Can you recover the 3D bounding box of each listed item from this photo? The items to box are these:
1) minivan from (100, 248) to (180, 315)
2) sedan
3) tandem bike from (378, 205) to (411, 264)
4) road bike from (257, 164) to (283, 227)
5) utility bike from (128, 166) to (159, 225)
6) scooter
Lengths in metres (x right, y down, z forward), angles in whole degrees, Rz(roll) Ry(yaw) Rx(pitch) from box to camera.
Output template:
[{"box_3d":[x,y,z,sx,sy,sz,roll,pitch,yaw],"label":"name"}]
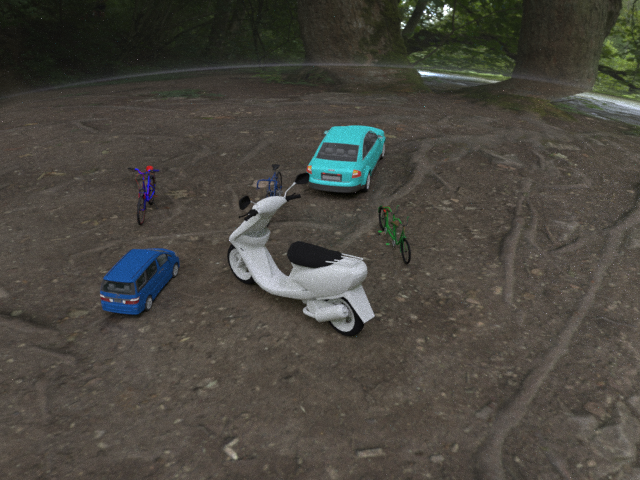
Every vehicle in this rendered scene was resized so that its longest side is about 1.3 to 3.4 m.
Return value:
[{"box_3d":[-2.569,0.480,10.111,0.681,0.616,1.548,6,28,11],"label":"minivan"},{"box_3d":[0.586,-1.822,14.151,1.235,0.940,3.137,7,28,13],"label":"sedan"},{"box_3d":[1.203,-0.224,11.382,0.283,0.682,1.642,-6,28,-11],"label":"tandem bike"},{"box_3d":[-0.833,-0.859,12.411,0.358,0.852,1.545,4,28,7],"label":"road bike"},{"box_3d":[-3.036,-0.908,12.402,0.535,0.946,1.435,0,28,-1],"label":"utility bike"},{"box_3d":[-0.365,0.161,9.460,2.721,1.786,1.288,23,35,37],"label":"scooter"}]
